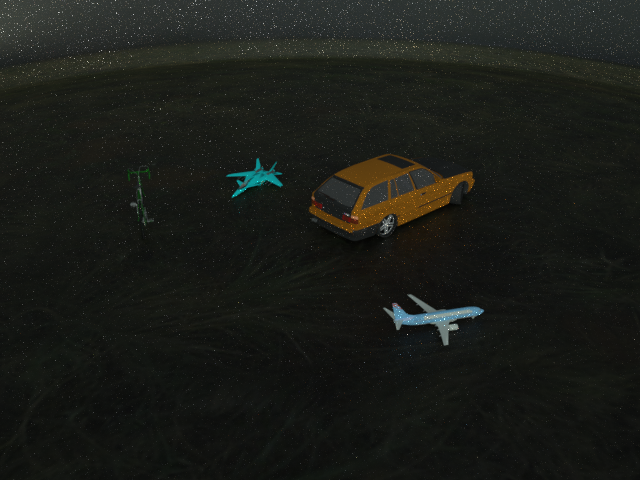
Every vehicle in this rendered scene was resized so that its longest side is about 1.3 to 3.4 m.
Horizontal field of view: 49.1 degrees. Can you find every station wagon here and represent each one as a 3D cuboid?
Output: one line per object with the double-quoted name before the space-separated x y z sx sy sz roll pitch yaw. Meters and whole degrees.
"station wagon" 1.301 -0.914 11.744 3.105 0.920 1.327 -22 35 -36

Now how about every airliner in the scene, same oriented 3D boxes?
"airliner" 1.496 0.893 8.870 1.307 0.429 1.161 -8 29 -14

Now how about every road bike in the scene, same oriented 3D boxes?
"road bike" -2.894 -0.639 11.301 0.358 0.852 1.545 -6 29 -11

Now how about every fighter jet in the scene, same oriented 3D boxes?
"fighter jet" -1.263 -1.115 12.796 1.147 0.286 1.358 12 30 22
